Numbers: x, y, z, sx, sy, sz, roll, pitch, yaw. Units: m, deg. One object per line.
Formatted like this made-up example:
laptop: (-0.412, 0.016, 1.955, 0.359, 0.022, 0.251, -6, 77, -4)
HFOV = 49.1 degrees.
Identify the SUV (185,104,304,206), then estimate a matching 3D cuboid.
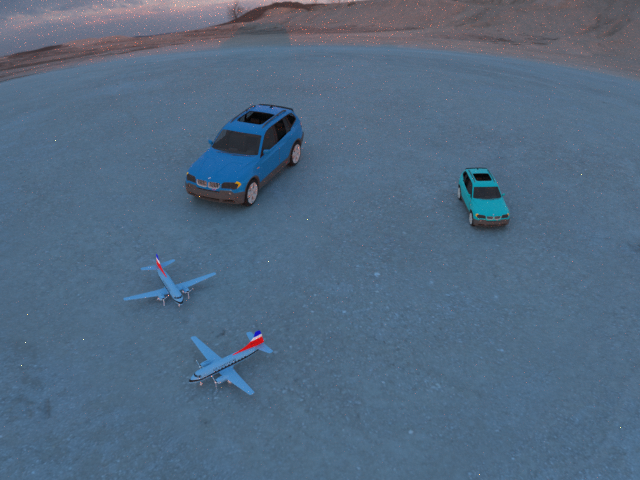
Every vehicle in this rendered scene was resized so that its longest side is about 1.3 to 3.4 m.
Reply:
SUV: (-1.360, -1.689, 13.226, 1.276, 1.128, 3.058, 12, 33, 20)

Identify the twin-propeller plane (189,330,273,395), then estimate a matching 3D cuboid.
twin-propeller plane: (-1.136, 1.457, 8.593, 1.095, 0.407, 1.370, -22, 37, -33)

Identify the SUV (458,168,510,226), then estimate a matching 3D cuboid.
SUV: (2.839, -0.769, 12.204, 0.656, 0.580, 1.572, -1, 30, -2)

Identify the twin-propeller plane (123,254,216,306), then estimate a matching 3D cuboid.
twin-propeller plane: (-2.179, 0.588, 10.069, 1.370, 0.407, 1.095, -16, 34, -25)
